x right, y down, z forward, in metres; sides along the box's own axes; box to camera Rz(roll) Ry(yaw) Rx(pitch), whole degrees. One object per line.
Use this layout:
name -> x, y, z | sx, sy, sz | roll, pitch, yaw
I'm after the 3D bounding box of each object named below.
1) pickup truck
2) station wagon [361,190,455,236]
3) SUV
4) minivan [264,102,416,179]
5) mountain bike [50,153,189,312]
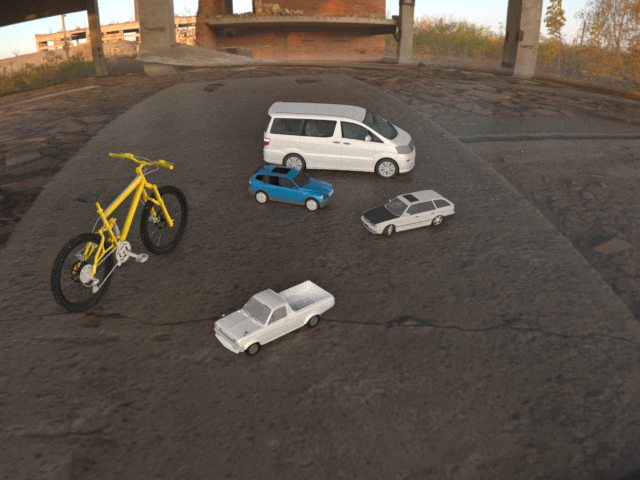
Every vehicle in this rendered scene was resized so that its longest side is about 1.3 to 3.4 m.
pickup truck -> -0.572, 0.936, 9.074 | 1.603, 0.511, 0.640 | -21, 34, -34
station wagon -> 1.482, -0.493, 11.818 | 1.597, 0.473, 0.682 | -12, 30, -22
SUV -> -0.521, -0.973, 12.614 | 1.572, 0.580, 0.656 | 9, 29, 17
minivan -> 0.403, -2.032, 13.957 | 3.011, 1.197, 1.324 | 4, 28, 7
mountain bike -> -2.778, -0.197, 9.959 | 1.114, 1.688, 2.857 | 13, 30, 23
